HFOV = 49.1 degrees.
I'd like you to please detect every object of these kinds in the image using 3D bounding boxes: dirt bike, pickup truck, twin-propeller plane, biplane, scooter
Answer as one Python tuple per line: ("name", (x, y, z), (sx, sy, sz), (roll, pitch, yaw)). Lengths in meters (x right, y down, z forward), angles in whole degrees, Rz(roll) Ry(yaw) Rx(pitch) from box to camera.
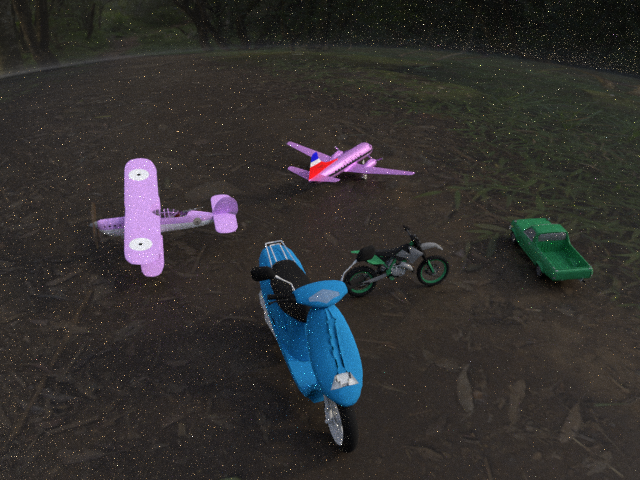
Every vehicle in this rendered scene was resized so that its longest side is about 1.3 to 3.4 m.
("dirt bike", (1.029, 0.309, 9.251), (1.493, 0.857, 0.527), (-7, 30, -13))
("pickup truck", (3.274, 0.083, 10.011), (0.640, 0.511, 1.603), (-4, 29, -7))
("twin-propeller plane", (0.398, -1.468, 12.496), (2.663, 0.792, 2.129), (18, 34, 29))
("biplane", (-2.241, -0.265, 10.152), (2.120, 0.981, 2.598), (-6, 30, -11))
("scooter", (-0.155, 0.793, 7.436), (1.288, 1.786, 2.721), (-10, 31, -18))
